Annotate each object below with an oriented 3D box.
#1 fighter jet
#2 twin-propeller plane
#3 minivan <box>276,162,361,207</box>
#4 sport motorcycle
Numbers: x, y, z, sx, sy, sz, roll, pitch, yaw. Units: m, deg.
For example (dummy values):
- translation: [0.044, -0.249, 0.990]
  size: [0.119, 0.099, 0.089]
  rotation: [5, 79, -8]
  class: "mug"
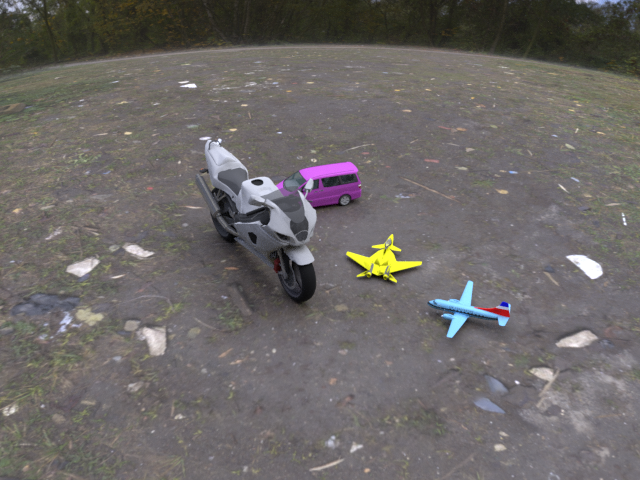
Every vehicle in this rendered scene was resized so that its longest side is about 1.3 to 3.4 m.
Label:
- translation: [0.989, 0.161, 10.617]
  size: [1.147, 0.286, 1.358]
  rotation: [8, 31, 13]
  class: "fighter jet"
- translation: [1.954, 0.888, 9.240]
  size: [1.095, 0.407, 1.370]
  rotation: [11, 32, 19]
  class: "twin-propeller plane"
- translation: [-0.069, -0.924, 12.162]
  size: [1.548, 0.616, 0.681]
  rotation: [-10, 32, -17]
  class: "minivan"
- translation: [-0.914, -0.327, 10.153]
  size: [0.983, 1.596, 2.955]
  rotation: [-18, 35, -28]
  class: "sport motorcycle"
